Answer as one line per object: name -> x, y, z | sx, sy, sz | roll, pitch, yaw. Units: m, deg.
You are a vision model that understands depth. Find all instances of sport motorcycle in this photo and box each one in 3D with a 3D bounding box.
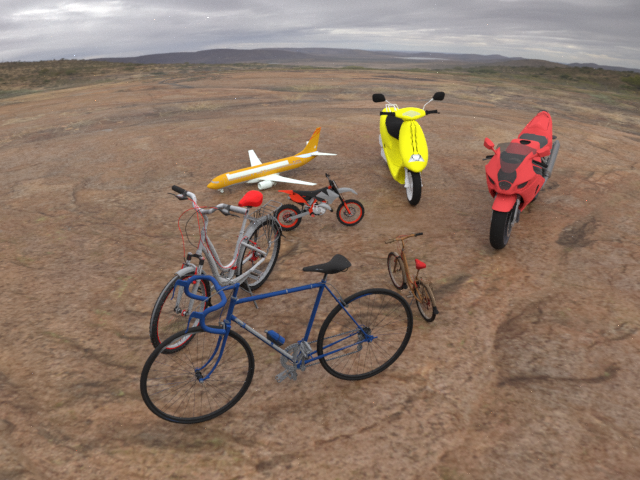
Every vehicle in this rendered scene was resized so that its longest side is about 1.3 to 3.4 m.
sport motorcycle -> 3.239, -1.030, 11.264 | 0.983, 1.596, 2.955 | 13, 29, 24

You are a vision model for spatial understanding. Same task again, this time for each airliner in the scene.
airliner -> -0.978, -1.485, 13.031 | 2.541, 0.835, 2.257 | -18, 31, -31

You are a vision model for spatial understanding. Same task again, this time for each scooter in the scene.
scooter -> 1.505, -1.886, 12.768 | 1.288, 1.786, 2.721 | -3, 27, -6

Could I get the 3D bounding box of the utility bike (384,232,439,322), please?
utility bike -> 1.141, 0.436, 9.053 | 0.535, 0.946, 1.435 | -9, 28, -18

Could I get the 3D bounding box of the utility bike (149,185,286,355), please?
utility bike -> -1.099, 0.165, 8.596 | 1.039, 1.839, 2.791 | 14, 30, 26

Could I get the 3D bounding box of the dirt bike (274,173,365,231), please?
dirt bike -> -0.013, -0.575, 11.180 | 1.493, 0.857, 0.527 | -4, 27, -9

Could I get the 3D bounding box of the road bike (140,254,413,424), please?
road bike -> -0.352, 0.973, 7.180 | 3.004, 1.656, 0.697 | -10, 28, -20
